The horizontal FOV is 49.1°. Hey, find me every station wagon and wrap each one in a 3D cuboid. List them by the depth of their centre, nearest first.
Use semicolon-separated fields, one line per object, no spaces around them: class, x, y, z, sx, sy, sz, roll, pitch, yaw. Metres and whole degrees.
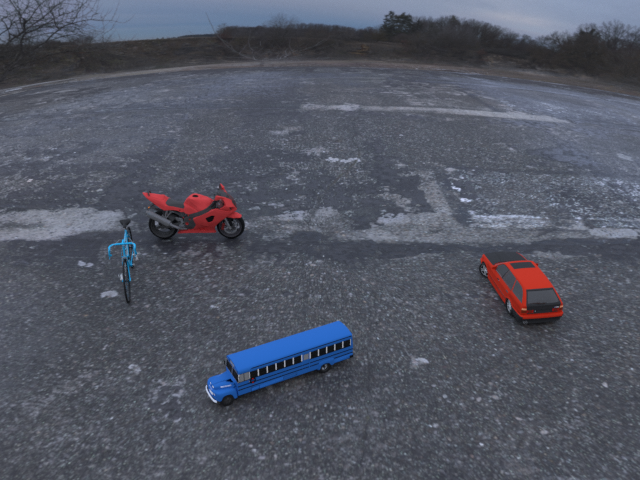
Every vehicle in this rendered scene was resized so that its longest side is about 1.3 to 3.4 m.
station wagon;2.668;0.521;9.378;0.682;0.473;1.597;-4;28;-7

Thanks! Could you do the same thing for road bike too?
road bike;-2.632;0.210;9.565;0.358;0.852;1.545;-5;28;-9

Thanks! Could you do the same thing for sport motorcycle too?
sport motorcycle;-1.923;-0.397;10.754;1.520;0.821;0.506;0;28;0

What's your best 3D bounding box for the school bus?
school bus;-0.442;1.361;7.818;1.708;0.434;0.365;-14;31;-25
